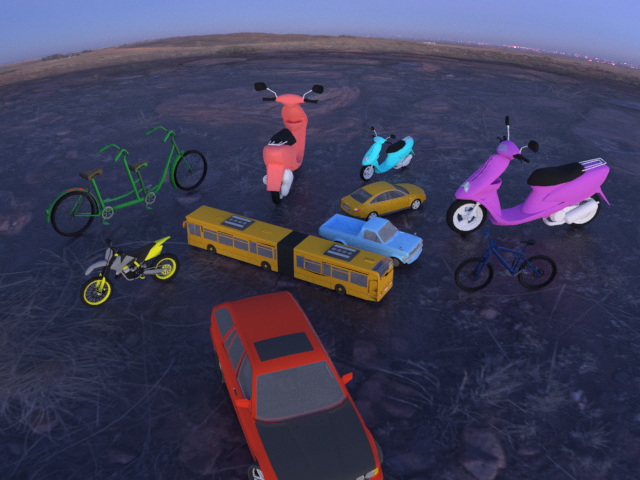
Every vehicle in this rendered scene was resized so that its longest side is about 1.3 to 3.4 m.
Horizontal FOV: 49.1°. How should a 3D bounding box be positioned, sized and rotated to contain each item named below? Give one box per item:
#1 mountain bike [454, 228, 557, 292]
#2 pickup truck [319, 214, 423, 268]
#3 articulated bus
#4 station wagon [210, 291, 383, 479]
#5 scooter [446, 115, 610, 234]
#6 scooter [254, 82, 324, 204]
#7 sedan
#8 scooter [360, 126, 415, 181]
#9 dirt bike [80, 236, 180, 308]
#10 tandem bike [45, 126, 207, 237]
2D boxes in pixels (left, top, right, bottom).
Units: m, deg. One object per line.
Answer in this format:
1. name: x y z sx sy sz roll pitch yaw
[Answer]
1. mountain bike: 2.627 0.338 9.828 1.469 0.868 0.573 -2 29 -3
2. pickup truck: 0.786 -0.065 10.906 1.603 0.511 0.640 16 33 26
3. articulated bus: -0.550 0.157 10.461 3.401 0.561 0.605 16 33 26
4. station wagon: -0.368 1.553 7.622 1.327 0.920 3.105 -10 31 -17
5. scooter: 3.388 -0.950 11.177 2.721 1.786 1.288 -4 30 -6
6. scooter: -0.609 -1.907 12.873 1.288 1.786 2.721 4 30 7
7. sedan: 1.121 -0.740 12.131 1.613 0.483 0.635 -16 33 -26
8. scooter: 1.303 -1.696 13.381 1.399 0.919 0.662 -22 36 -33
9. dirt bike: -2.642 0.393 9.743 1.493 0.857 0.527 -21 36 -33
10. tandem bike: -3.191 -1.067 11.853 0.550 1.326 3.192 25 38 37
